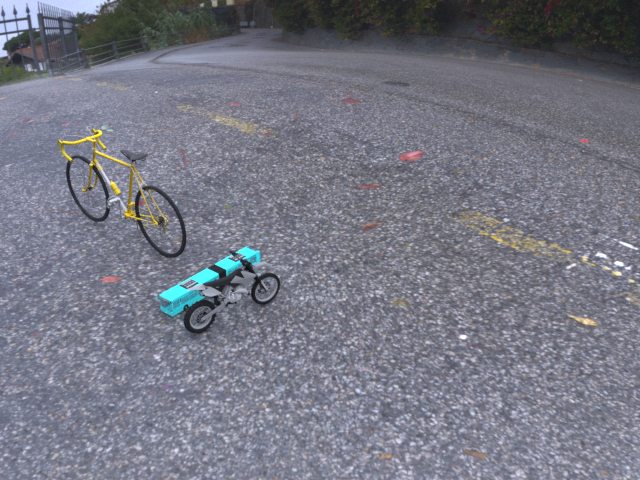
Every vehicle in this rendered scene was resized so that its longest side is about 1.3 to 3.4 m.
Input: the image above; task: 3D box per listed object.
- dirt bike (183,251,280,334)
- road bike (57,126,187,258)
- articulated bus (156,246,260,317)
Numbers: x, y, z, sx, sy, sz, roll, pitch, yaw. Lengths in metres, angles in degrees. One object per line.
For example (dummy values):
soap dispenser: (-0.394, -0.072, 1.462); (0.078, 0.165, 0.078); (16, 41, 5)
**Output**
dirt bike: (-1.145, 0.656, 9.192); (1.493, 0.857, 0.527); (-21, 36, -33)
road bike: (-3.119, -0.771, 10.914); (3.004, 1.656, 0.696); (22, 36, 34)
articulated bus: (-1.535, 0.561, 9.940); (0.311, 0.289, 1.749); (22, 36, 33)
